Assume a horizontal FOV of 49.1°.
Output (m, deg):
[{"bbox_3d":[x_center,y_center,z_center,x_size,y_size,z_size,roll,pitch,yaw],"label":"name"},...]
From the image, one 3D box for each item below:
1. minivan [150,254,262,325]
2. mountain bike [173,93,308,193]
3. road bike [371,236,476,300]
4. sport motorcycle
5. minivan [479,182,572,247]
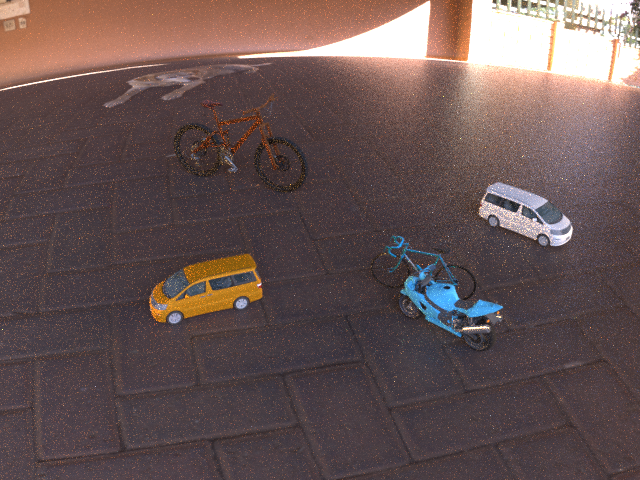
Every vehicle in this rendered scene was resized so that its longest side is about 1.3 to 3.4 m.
[{"bbox_3d":[-1.604,0.664,9.774,1.548,0.616,0.681,-11,32,-19],"label":"minivan"},{"bbox_3d":[-1.537,-1.816,13.035,2.857,1.688,1.114,12,32,20],"label":"mountain bike"},{"bbox_3d":[1.466,0.414,9.974,1.545,0.852,0.358,11,31,18],"label":"road bike"},{"bbox_3d":[1.662,0.889,9.171,1.520,0.821,0.506,23,37,35],"label":"sport motorcycle"},{"bbox_3d":[3.452,-0.436,11.700,1.548,0.616,0.681,26,39,38],"label":"minivan"}]
